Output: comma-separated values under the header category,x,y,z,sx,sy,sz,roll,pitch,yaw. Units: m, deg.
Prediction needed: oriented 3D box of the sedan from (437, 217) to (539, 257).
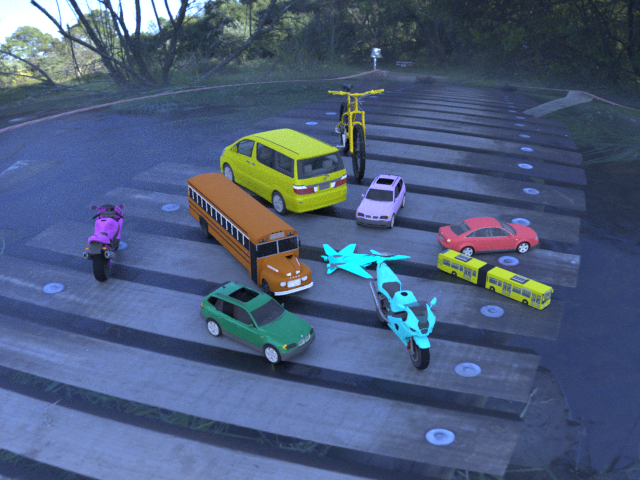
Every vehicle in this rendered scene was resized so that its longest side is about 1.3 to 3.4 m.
category,x,y,z,sx,sy,sz,roll,pitch,yaw
sedan,2.678,-0.089,11.102,1.613,0.483,0.635,-4,26,-9

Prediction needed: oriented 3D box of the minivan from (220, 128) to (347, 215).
category,x,y,z,sx,sy,sz,roll,pitch,yaw
minivan,-0.775,-1.428,13.094,1.324,1.197,3.011,-17,30,-31

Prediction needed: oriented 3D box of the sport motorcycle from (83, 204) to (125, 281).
category,x,y,z,sx,sy,sz,roll,pitch,yaw
sport motorcycle,-3.218,-0.005,10.531,0.506,0.821,1.520,-2,25,-5

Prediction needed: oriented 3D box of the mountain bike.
category,x,y,z,sx,sy,sz,roll,pitch,yaw
mountain bike,0.653,-2.394,14.558,1.114,1.688,2.857,-3,26,-6

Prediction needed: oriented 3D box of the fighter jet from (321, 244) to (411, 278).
category,x,y,z,sx,sy,sz,roll,pitch,yaw
fighter jet,0.728,0.236,10.647,1.358,0.286,1.147,-4,26,-9

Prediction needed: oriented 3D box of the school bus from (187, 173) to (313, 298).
category,x,y,z,sx,sy,sz,roll,pitch,yaw
school bus,-1.149,-0.147,10.804,0.709,0.844,3.322,-14,29,-27

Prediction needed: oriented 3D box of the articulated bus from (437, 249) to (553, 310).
category,x,y,z,sx,sy,sz,roll,pitch,yaw
articulated bus,2.464,0.541,10.000,1.749,0.289,0.311,23,34,40

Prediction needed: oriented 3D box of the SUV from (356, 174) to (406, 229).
category,x,y,z,sx,sy,sz,roll,pitch,yaw
SUV,1.091,-0.709,12.295,0.656,0.580,1.572,8,26,16

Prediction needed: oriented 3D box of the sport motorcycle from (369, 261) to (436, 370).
category,x,y,z,sx,sy,sz,roll,pitch,yaw
sport motorcycle,1.006,0.911,8.600,0.506,0.821,1.520,-7,26,-15

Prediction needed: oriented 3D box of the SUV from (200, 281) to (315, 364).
category,x,y,z,sx,sy,sz,roll,pitch,yaw
SUV,-0.799,0.978,8.737,1.572,0.580,0.656,18,31,33
